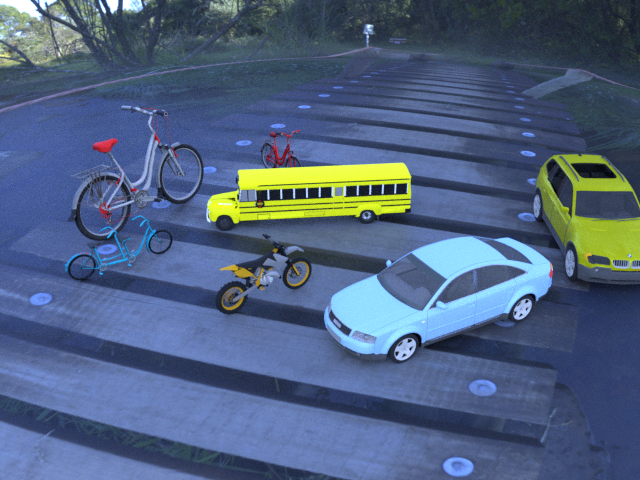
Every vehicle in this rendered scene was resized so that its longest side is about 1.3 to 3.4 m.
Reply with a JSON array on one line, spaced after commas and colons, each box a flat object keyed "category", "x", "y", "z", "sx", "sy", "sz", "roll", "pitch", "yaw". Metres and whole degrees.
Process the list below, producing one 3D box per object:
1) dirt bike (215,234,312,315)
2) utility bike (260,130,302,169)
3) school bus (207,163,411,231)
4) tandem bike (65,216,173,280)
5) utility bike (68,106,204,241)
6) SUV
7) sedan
[{"category": "dirt bike", "x": -0.731, "y": 0.431, "z": 9.259, "sx": 1.493, "sy": 0.857, "sz": 0.527, "roll": -19, "pitch": 33, "yaw": -31}, {"category": "utility bike", "x": -0.693, "y": -1.634, "z": 13.031, "sx": 0.535, "sy": 0.946, "sz": 1.435, "roll": -19, "pitch": 33, "yaw": -31}, {"category": "school bus", "x": -0.196, "y": -0.736, "z": 11.457, "sx": 3.322, "sy": 0.844, "sz": 0.709, "roll": -3, "pitch": 28, "yaw": -6}, {"category": "tandem bike", "x": -2.882, "y": 0.089, "z": 10.086, "sx": 1.642, "sy": 0.682, "sz": 0.283, "roll": -20, "pitch": 34, "yaw": -33}, {"category": "utility bike", "x": -2.979, "y": -1.171, "z": 11.216, "sx": 1.039, "sy": 1.839, "sz": 2.791, "roll": 19, "pitch": 34, "yaw": 31}, {"category": "SUV", "x": 4.137, "y": -0.415, "z": 10.555, "sx": 1.276, "sy": 1.128, "sz": 3.058, "roll": 1, "pitch": 28, "yaw": 1}, {"category": "sedan", "x": 1.535, "y": 0.600, "z": 8.856, "sx": 3.137, "sy": 0.940, "sz": 1.235, "roll": -14, "pitch": 31, "yaw": -25}]
